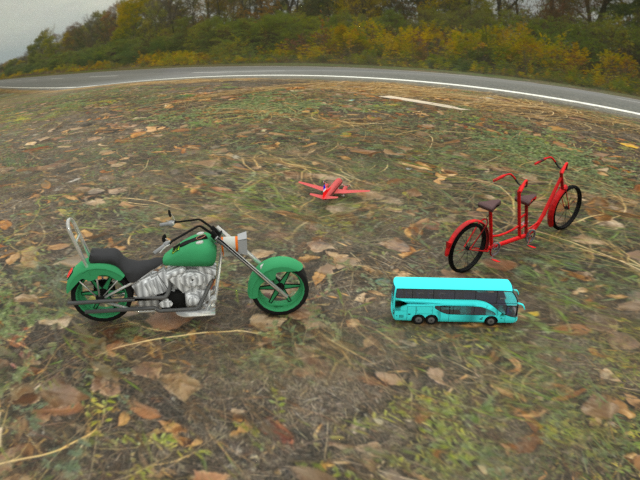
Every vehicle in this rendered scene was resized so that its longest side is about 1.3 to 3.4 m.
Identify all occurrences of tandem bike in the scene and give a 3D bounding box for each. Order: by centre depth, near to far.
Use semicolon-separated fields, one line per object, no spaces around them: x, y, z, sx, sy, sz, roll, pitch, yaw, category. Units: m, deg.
3.030;-0.439;10.583;3.192;1.326;0.550;-19;32;-33;tandem bike

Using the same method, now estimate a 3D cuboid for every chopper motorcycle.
-1.663;0.341;8.842;3.040;1.480;0.906;-3;27;-6;chopper motorcycle

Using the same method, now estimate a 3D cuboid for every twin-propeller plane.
0.220;-0.965;12.672;1.370;0.407;1.095;9;28;17;twin-propeller plane

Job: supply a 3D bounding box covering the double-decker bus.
1.756;0.780;9.014;1.672;0.541;0.389;1;26;2;double-decker bus
